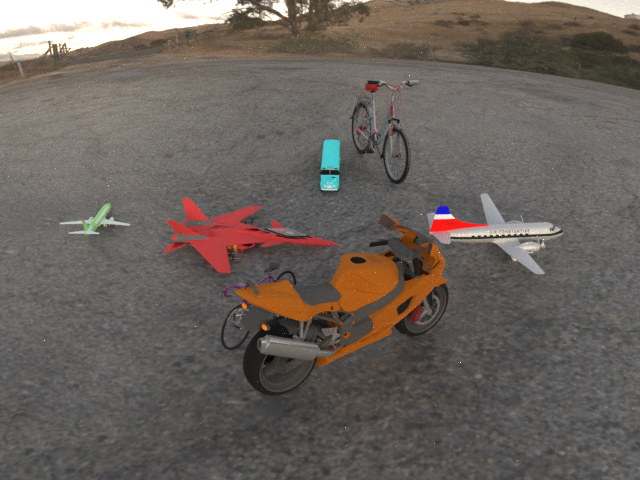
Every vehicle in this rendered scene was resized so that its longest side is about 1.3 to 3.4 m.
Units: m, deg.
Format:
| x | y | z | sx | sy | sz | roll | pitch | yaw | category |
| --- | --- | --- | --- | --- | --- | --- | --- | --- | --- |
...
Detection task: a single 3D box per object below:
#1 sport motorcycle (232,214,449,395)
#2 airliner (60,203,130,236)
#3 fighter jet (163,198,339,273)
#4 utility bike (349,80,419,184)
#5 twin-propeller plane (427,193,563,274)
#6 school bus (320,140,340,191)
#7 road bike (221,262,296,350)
| x | y | z | sx | sy | sz | roll | pitch | yaw | category |
| --- | --- | --- | --- | --- | --- | --- | --- | --- | --- |
| 0.377 | 0.762 | 8.129 | 2.955 | 1.596 | 0.983 | -17 | 33 | -28 | sport motorcycle |
| -3.675 | -0.413 | 11.529 | 1.161 | 0.429 | 1.307 | 1 | 28 | 2 | airliner |
| -1.013 | -0.163 | 10.932 | 2.640 | 0.557 | 2.229 | 4 | 29 | 7 | fighter jet |
| 1.229 | -2.314 | 13.562 | 1.039 | 1.839 | 2.791 | -9 | 30 | -17 | utility bike |
| 2.733 | -0.202 | 10.758 | 2.129 | 0.792 | 2.663 | -2 | 29 | -5 | twin-propeller plane |
| 0.205 | -1.428 | 13.401 | 0.365 | 0.434 | 1.708 | 1 | 28 | 2 | school bus |
| -0.756 | 0.770 | 8.898 | 0.358 | 0.852 | 1.545 | 17 | 33 | 29 | road bike |
